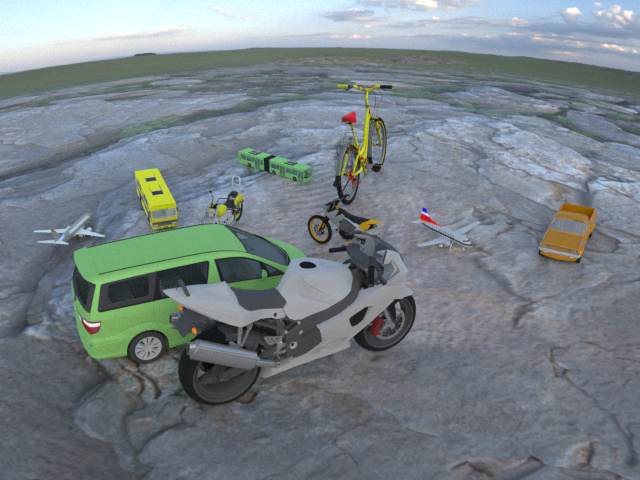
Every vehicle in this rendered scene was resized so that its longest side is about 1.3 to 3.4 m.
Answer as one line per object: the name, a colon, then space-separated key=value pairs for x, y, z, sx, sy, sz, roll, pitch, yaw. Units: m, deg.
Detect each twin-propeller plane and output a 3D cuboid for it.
twin-propeller plane: x=1.936 y=-0.162 z=10.807 sx=1.370 sy=0.407 sz=1.095 roll=-20 pitch=33 yaw=-33

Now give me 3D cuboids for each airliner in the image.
airliner: x=-3.870 y=-0.247 z=10.949 sx=1.161 sy=0.429 sz=1.307 roll=4 pitch=27 yaw=8

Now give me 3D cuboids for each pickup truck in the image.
pickup truck: x=3.830 y=-0.185 z=10.737 sx=0.640 sy=0.511 sz=1.603 roll=14 pitch=30 yaw=25

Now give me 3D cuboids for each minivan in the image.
minivan: x=-1.463 y=0.500 z=8.628 sx=3.011 sy=1.197 sz=1.324 roll=-13 pitch=30 yaw=-24

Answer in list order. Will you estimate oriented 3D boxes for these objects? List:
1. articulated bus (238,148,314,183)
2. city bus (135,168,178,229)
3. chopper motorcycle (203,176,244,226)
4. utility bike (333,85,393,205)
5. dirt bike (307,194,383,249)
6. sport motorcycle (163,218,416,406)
articulated bus: x=-0.874 y=-1.447 z=13.473 sx=1.749 sy=0.289 sz=0.311 roll=20 pitch=33 yaw=34
city bus: x=-2.773 y=-0.696 z=11.802 sx=0.476 sy=0.460 sz=1.674 roll=-10 pitch=29 yaw=-19
chopper motorcycle: x=-1.557 y=-0.400 z=10.884 sx=0.466 sy=0.761 sz=1.563 roll=8 pitch=28 yaw=15
utility bike: x=0.669 y=-1.817 z=12.489 sx=1.039 sy=1.839 sz=2.791 roll=10 pitch=29 yaw=19
dirt bike: x=0.380 y=-0.176 z=10.337 sx=1.493 sy=0.857 sz=0.527 roll=21 pitch=34 yaw=35
sport motorcycle: x=-0.184 y=0.803 z=7.587 sx=2.955 sy=1.596 sz=0.983 roll=-13 pitch=30 yaw=-24
